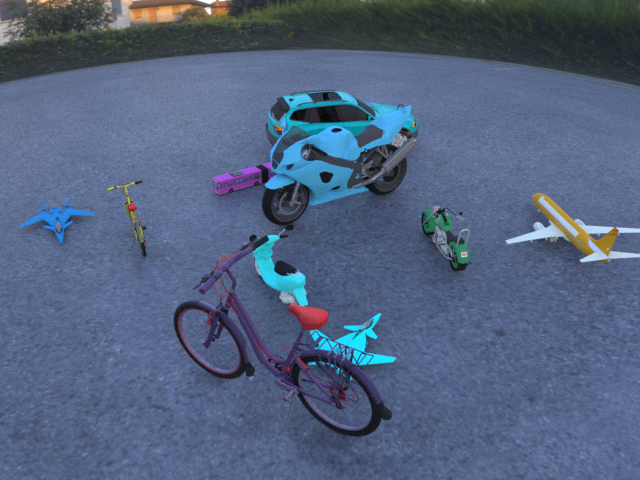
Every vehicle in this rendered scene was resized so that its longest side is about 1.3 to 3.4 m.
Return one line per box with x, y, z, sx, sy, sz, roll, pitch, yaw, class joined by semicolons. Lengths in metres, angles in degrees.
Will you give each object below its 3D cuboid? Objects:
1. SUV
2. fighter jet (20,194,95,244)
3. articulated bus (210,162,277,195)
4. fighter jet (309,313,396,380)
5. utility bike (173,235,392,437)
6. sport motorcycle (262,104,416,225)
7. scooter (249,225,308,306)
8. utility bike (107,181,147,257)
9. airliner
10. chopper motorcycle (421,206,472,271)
0.443;-2.373;13.985;3.058;1.128;1.276;-7;30;-13;SUV
-4.197;-0.329;11.188;1.147;0.286;1.358;-11;31;-19;fighter jet
-1.143;-1.176;12.703;1.749;0.289;0.311;-19;34;-30;articulated bus
0.441;1.159;8.523;1.147;0.286;1.358;16;33;27;fighter jet
-0.547;1.052;7.124;2.791;1.839;1.039;17;34;28;utility bike
0.321;-1.259;11.510;2.955;1.596;0.983;-19;34;-30;sport motorcycle
-0.558;0.337;9.347;0.662;0.919;1.399;-16;33;-27;scooter
-2.858;-0.358;10.564;0.535;0.946;1.435;-11;31;-19;utility bike
3.827;-0.354;10.671;2.257;0.835;2.541;-4;29;-8;airliner
1.844;-0.150;10.381;0.466;0.761;1.563;-6;30;-11;chopper motorcycle
